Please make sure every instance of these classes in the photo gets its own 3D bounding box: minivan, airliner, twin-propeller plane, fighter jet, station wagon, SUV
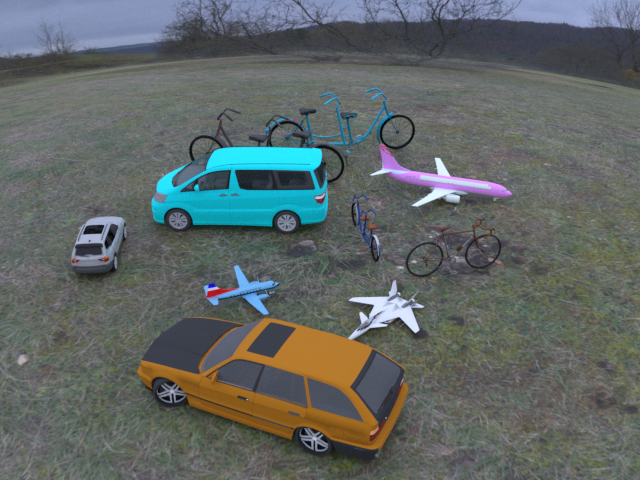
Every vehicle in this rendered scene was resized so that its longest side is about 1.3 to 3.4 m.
[{"bbox_3d":[-1.372,-0.913,11.951,3.011,1.197,1.324,1,29,2],"label":"minivan"},{"bbox_3d":[2.263,-1.228,12.882,2.541,0.835,2.257,9,31,16],"label":"airliner"},{"bbox_3d":[-1.078,0.685,9.913,1.095,0.407,1.370,-12,31,-20],"label":"twin-propeller plane"},{"bbox_3d":[0.791,0.999,9.478,1.147,0.286,1.358,23,37,35],"label":"fighter jet"},{"bbox_3d":[-0.596,1.472,7.989,3.105,0.920,1.327,12,32,20],"label":"station wagon"},{"bbox_3d":[-3.465,-0.011,10.975,0.656,0.580,1.572,-3,29,-5],"label":"SUV"}]

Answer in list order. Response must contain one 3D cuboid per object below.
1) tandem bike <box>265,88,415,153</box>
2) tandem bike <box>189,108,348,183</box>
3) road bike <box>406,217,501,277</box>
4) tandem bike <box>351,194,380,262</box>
[{"bbox_3d":[0.439,-2.427,14.514,3.192,1.326,0.550,-4,30,-8],"label":"tandem bike"},{"bbox_3d":[-1.027,-1.798,13.396,3.192,1.326,0.550,6,30,11],"label":"tandem bike"},{"bbox_3d":[2.019,0.123,10.460,1.545,0.852,0.358,-7,30,-13],"label":"road bike"},{"bbox_3d":[0.729,-0.261,11.317,0.283,0.682,1.642,-6,30,-11],"label":"tandem bike"}]
